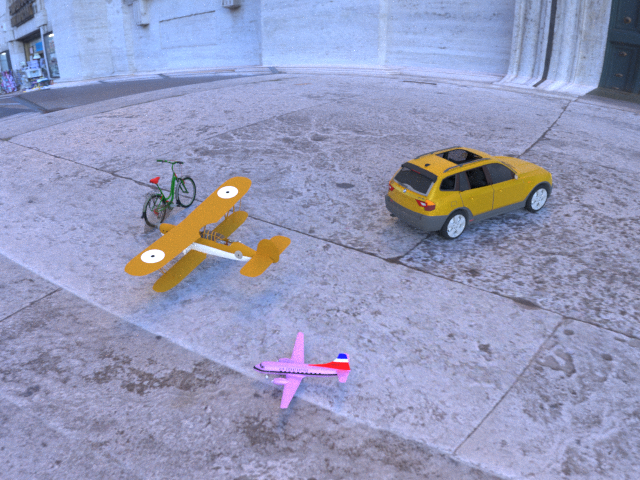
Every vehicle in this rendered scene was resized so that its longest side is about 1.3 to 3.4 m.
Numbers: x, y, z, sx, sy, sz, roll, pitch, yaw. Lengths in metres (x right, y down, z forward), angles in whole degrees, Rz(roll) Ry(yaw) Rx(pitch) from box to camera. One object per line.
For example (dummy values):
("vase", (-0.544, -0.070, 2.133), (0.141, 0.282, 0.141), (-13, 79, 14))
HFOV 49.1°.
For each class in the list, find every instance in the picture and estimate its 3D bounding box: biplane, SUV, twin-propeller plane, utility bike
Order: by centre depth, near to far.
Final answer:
("twin-propeller plane", (-0.208, 1.394, 7.759), (1.095, 0.407, 1.370), (3, 27, 5))
("biplane", (-1.485, 0.065, 9.733), (2.120, 0.981, 2.598), (14, 30, 25))
("utility bike", (-2.532, -0.823, 11.513), (0.535, 0.946, 1.435), (13, 30, 23))
("SUV", (2.519, -0.947, 11.557), (3.058, 1.128, 1.276), (-17, 31, -29))
